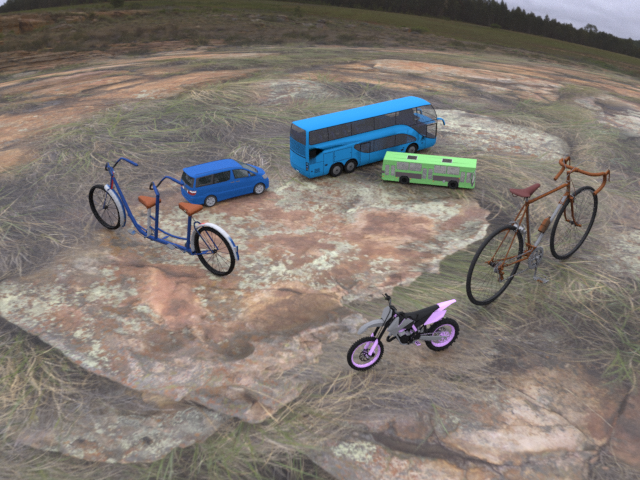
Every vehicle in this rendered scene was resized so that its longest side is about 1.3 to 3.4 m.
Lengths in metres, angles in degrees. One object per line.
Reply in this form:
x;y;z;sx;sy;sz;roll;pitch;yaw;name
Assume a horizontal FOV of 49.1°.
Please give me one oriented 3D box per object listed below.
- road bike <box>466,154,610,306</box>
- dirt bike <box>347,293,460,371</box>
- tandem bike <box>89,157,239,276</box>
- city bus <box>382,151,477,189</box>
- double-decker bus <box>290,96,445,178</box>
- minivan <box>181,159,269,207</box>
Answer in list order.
3.023;-0.166;9.629;3.004;1.656;0.697;-22;37;-34;road bike
1.010;1.077;8.250;1.493;0.857;0.527;-11;31;-19;dirt bike
-2.428;-0.402;10.379;3.192;1.326;0.550;19;35;30;tandem bike
1.990;-1.262;12.770;1.674;0.460;0.476;7;30;12;city bus
0.937;-2.021;13.509;3.251;1.052;0.756;-18;34;-28;double-decker bus
-1.648;-1.065;12.266;1.548;0.616;0.681;-17;34;-27;minivan
